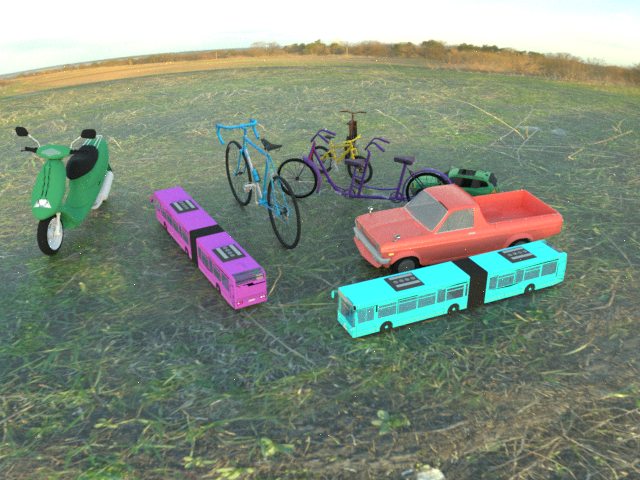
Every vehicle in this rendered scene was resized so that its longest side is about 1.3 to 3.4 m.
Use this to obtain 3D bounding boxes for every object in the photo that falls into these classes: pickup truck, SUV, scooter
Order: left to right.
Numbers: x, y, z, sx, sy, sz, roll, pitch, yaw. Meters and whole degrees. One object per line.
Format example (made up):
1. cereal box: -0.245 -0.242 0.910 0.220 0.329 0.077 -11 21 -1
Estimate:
1. scooter: -4.023 -1.059 11.371 1.288 1.786 2.721 3 27 5
2. SUV: 2.422 -0.979 12.539 1.572 0.580 0.656 9 28 17
3. pickup truck: 2.105 -0.271 10.701 3.117 0.993 1.244 -9 28 -16

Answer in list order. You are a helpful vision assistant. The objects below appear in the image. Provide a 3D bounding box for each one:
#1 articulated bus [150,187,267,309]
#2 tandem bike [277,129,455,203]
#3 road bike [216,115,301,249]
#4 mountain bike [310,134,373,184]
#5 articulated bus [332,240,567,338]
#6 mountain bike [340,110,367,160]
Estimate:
1. articulated bus: -1.755 0.016 10.614 0.605 0.561 3.401 -15 30 -26
2. tandem bike: 0.752 -1.184 12.121 3.192 1.326 0.550 7 28 14
3. road bike: -0.997 -1.013 11.424 0.696 1.656 3.004 -14 30 -25
4. mountain bike: 0.391 -1.590 13.417 1.469 0.868 0.573 19 33 33
5. articulated bus: 1.821 0.614 9.445 3.401 0.561 0.605 -12 29 -21
6. mountain bike: 0.647 -2.178 14.565 0.573 0.868 1.469 4 27 9
